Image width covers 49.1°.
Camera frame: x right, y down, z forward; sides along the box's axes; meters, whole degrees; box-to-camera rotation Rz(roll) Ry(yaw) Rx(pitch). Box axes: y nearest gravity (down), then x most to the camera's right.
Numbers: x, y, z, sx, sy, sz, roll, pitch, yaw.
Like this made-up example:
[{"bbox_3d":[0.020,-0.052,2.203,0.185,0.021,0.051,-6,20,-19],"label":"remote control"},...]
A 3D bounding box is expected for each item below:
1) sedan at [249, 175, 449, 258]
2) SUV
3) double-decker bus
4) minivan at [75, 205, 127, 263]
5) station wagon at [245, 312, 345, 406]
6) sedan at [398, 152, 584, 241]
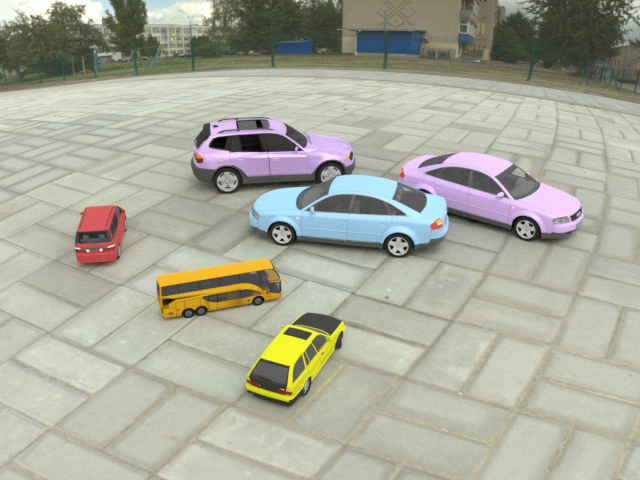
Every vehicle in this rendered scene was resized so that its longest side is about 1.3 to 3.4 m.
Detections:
[{"bbox_3d":[0.430,-0.485,10.931,3.137,0.940,1.235,6,27,11],"label":"sedan"},{"bbox_3d":[-0.869,-1.655,13.032,3.058,1.128,1.276,-4,27,-8],"label":"SUV"},{"bbox_3d":[-1.282,0.625,9.183,1.672,0.541,0.389,-9,28,-17],"label":"double-decker bus"},{"bbox_3d":[-3.343,-0.192,10.711,0.681,0.616,1.548,-4,27,-7],"label":"minivan"},{"bbox_3d":[-0.237,1.246,8.033,0.682,0.473,1.597,12,29,22],"label":"station wagon"},{"bbox_3d":[2.806,-0.856,11.664,3.137,0.940,1.235,19,32,32],"label":"sedan"}]
